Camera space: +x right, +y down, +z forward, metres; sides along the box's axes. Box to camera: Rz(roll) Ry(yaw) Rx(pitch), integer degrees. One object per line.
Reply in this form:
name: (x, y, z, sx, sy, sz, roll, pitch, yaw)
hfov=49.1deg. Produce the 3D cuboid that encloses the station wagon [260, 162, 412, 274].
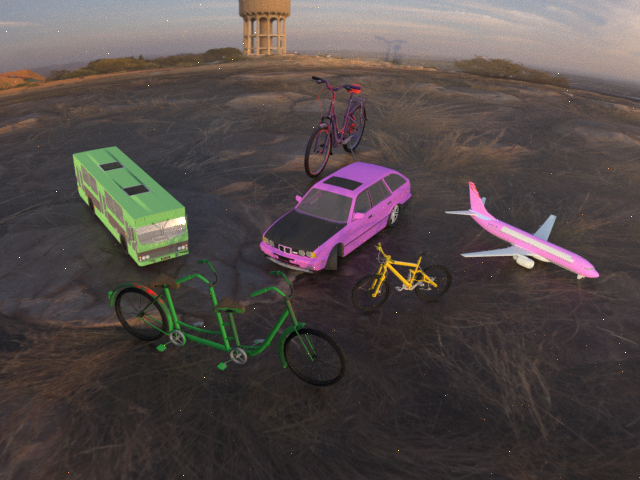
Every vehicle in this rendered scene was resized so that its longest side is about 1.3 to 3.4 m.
station wagon: (0.323, -0.486, 11.326, 1.327, 0.920, 3.105, 17, 32, 30)

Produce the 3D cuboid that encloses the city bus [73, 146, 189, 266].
city bus: (-3.198, -0.613, 11.603, 0.926, 0.894, 3.255, -16, 31, -29)

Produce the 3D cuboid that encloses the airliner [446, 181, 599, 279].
airliner: (3.190, -0.150, 10.764, 2.257, 0.835, 2.541, -20, 33, -33)

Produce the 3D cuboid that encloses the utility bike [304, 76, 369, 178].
utility bike: (0.466, -2.387, 14.025, 1.039, 1.839, 2.791, 13, 30, 24)

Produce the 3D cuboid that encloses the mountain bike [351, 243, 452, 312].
mountain bike: (1.120, 0.513, 9.438, 1.469, 0.868, 0.573, -8, 28, -15)

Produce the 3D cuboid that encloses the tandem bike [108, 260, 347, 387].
tandem bike: (-1.179, 0.882, 8.217, 3.192, 1.326, 0.550, 11, 29, 20)
